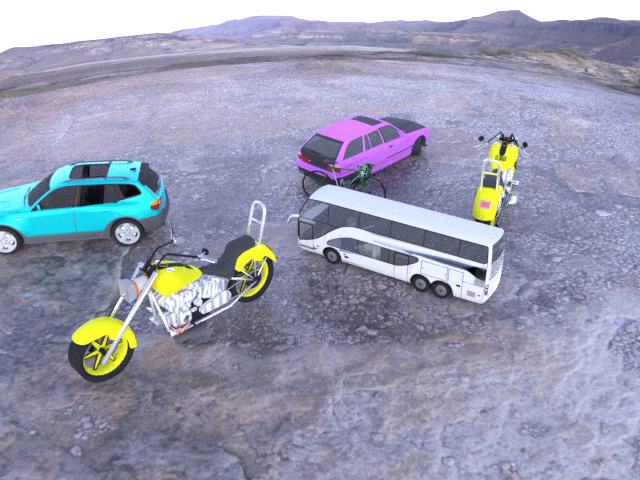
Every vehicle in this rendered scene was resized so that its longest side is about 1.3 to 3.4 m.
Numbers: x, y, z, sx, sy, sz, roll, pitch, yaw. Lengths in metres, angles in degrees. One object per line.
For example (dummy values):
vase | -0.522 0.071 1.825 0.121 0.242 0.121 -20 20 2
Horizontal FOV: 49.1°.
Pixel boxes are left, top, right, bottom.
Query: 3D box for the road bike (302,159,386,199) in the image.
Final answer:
road bike | 0.414 -1.006 12.316 1.545 0.852 0.358 9 31 15

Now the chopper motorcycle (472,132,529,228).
chopper motorcycle | 3.102 -1.206 12.034 0.906 1.480 3.040 11 32 19

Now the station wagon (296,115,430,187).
station wagon | 0.955 -1.972 13.941 1.327 0.920 3.105 24 38 36

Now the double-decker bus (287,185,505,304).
double-decker bus | 1.071 -0.005 10.362 3.251 1.052 0.756 17 34 27

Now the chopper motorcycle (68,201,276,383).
chopper motorcycle | -1.784 0.598 8.873 3.040 1.480 0.906 -26 38 -37

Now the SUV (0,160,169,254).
SUV | -4.010 -0.608 11.340 3.058 1.128 1.276 -4 30 -7
